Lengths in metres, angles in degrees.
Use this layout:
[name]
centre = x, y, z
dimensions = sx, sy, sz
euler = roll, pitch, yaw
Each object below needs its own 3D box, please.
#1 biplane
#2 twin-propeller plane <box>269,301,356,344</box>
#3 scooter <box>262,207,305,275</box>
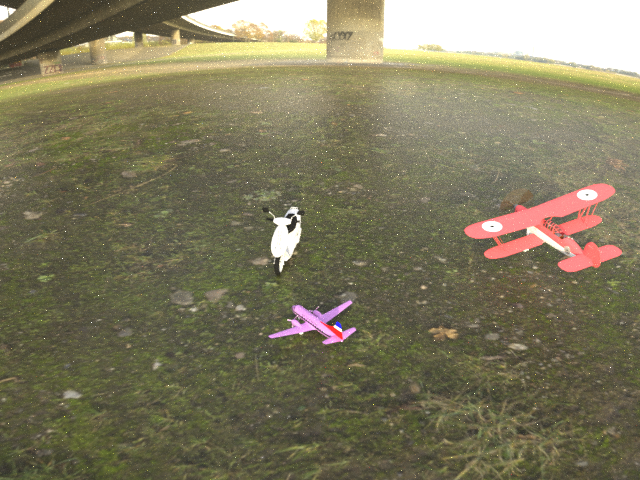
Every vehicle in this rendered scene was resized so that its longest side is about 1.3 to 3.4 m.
[biplane]
centre = 3.547, -0.078, 10.753
dimensions = 2.598, 0.981, 2.120
euler = -10, 29, -18
[twin-propeller plane]
centre = -0.046, 1.052, 9.213
dimensions = 1.370, 0.407, 1.095
euler = -20, 34, -33
[scooter]
centre = -0.526, -0.135, 10.928
dimensions = 0.662, 0.919, 1.399
euler = 5, 28, 10
